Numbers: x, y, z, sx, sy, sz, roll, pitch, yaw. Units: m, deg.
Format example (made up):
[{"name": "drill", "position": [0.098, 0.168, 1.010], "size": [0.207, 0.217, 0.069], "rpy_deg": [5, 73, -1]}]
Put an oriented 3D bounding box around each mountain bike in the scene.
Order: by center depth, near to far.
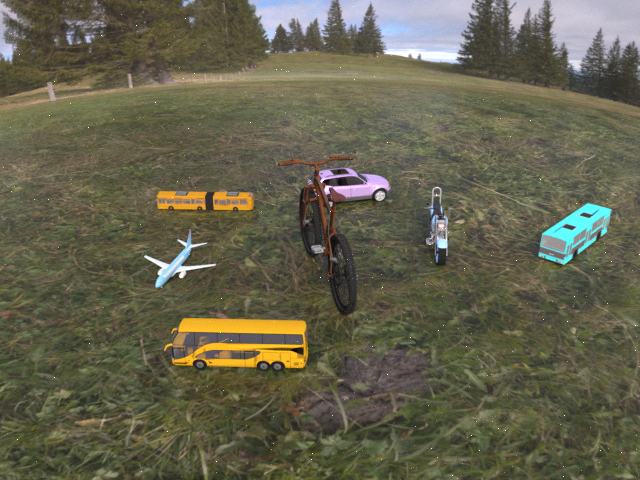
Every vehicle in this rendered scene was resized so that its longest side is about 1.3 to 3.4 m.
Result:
[{"name": "mountain bike", "position": [0.073, -0.187, 9.968], "size": [1.114, 1.688, 2.857], "rpy_deg": [-6, 26, -13]}]

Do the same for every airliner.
[{"name": "airliner", "position": [-2.162, 0.284, 10.441], "size": [1.161, 0.429, 1.307], "rpy_deg": [6, 26, 13]}]

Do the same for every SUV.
[{"name": "SUV", "position": [0.537, -1.029, 13.017], "size": [1.572, 0.580, 0.656], "rpy_deg": [-7, 26, -15]}]

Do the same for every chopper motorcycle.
[{"name": "chopper motorcycle", "position": [1.890, -0.235, 11.144], "size": [0.466, 0.761, 1.563], "rpy_deg": [2, 26, 4]}]

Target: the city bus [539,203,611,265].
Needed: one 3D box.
[{"name": "city bus", "position": [4.096, -0.096, 11.203], "size": [0.476, 0.460, 1.674], "rpy_deg": [22, 33, 38]}]

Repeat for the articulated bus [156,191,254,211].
[{"name": "articulated bus", "position": [-2.082, -0.710, 12.689], "size": [1.749, 0.289, 0.311], "rpy_deg": [1, 26, 2]}]

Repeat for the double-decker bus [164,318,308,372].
[{"name": "double-decker bus", "position": [-0.979, 1.233, 8.325], "size": [1.672, 0.541, 0.389], "rpy_deg": [1, 26, 2]}]
